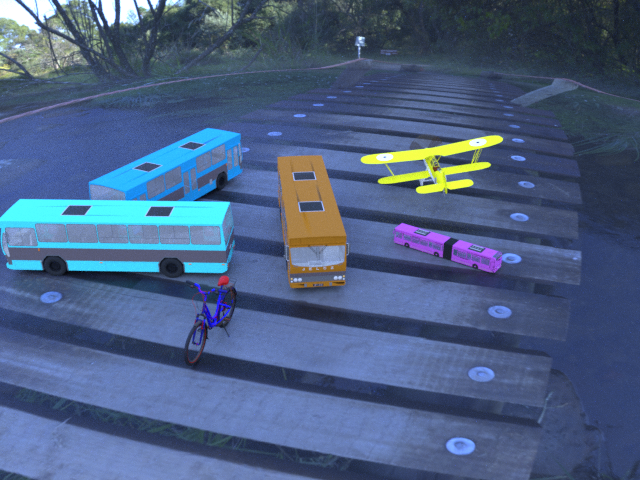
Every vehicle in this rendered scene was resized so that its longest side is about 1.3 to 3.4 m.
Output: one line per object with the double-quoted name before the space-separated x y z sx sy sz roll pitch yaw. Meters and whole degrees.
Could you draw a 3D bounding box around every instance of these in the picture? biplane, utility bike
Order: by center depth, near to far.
"utility bike" -1.277 0.864 8.572 0.535 0.946 1.435 9 28 17
"biplane" 2.066 -1.277 12.767 2.598 0.981 2.120 -1 27 -2

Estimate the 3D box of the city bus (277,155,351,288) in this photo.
"city bus" -0.194 -0.364 11.058 0.926 0.894 3.255 -3 27 -5

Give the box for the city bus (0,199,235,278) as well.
"city bus" -2.952 -0.028 10.393 3.255 0.894 0.926 1 27 2

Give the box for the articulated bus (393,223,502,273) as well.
"articulated bus" 1.933 0.110 10.791 1.749 0.289 0.311 18 32 32

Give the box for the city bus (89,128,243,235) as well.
"city bus" -2.608 -1.079 12.472 0.926 0.894 3.255 14 30 25
